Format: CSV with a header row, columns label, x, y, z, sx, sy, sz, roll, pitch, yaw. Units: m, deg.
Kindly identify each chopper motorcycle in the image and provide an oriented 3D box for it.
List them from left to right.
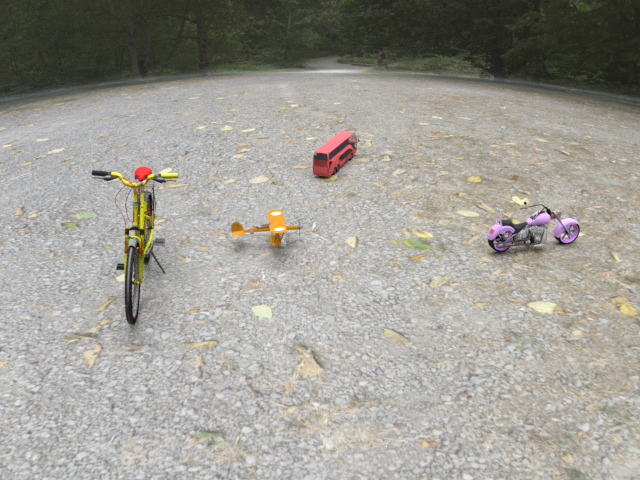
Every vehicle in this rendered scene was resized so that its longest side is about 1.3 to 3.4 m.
label,x,y,z,sx,sy,sz,roll,pitch,yaw
chopper motorcycle,3.271,-0.221,10.630,1.563,0.761,0.466,-8,27,-15

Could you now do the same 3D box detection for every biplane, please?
label,x,y,z,sx,sy,sz,roll,pitch,yaw
biplane,-0.820,-0.159,10.794,1.090,0.504,1.336,-3,26,-6

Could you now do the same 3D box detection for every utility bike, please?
label,x,y,z,sx,sy,sz,roll,pitch,yaw
utility bike,-2.337,-0.205,9.374,1.039,1.839,2.791,-3,26,-6

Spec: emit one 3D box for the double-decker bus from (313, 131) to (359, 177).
label,x,y,z,sx,sy,sz,roll,pitch,yaw
double-decker bus,0.326,-1.746,13.988,0.389,0.541,1.672,10,28,20
